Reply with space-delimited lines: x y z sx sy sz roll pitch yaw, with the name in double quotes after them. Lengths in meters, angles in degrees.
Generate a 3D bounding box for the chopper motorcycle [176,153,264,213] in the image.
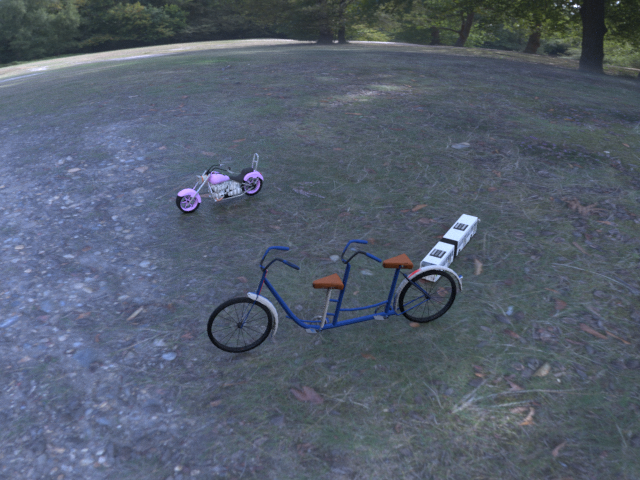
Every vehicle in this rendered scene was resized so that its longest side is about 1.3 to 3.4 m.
-1.665 -0.950 11.679 1.563 0.761 0.466 -16 33 -27 "chopper motorcycle"

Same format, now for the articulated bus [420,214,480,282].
1.914 0.091 10.289 0.311 0.289 1.749 16 33 26 "articulated bus"

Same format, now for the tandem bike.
0.240 0.609 8.287 3.192 1.326 0.550 -8 30 -13 "tandem bike"
